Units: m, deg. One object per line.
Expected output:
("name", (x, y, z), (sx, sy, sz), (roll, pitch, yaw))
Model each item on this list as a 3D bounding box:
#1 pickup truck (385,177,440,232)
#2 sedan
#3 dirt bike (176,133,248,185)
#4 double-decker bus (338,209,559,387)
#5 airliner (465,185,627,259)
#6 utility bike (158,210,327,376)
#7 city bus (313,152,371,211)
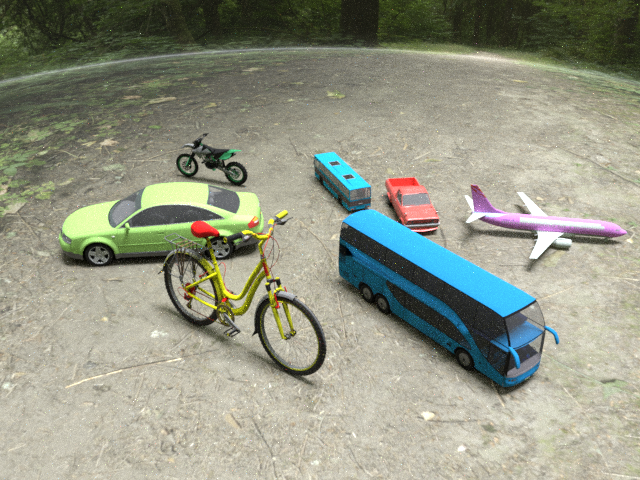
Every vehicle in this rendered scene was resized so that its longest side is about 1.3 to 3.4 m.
("pickup truck", (1.552, -0.671, 11.905), (0.640, 0.511, 1.603), (-4, 30, -7))
("sedan", (-2.451, -0.333, 10.880), (3.137, 0.940, 1.235), (-3, 30, -6))
("dirt bike", (-2.035, -1.486, 12.986), (1.493, 0.857, 0.527), (11, 31, 18))
("double-decker bus", (1.475, 0.674, 9.001), (0.756, 1.052, 3.251), (-21, 36, -32))
("airliner", (3.598, -0.418, 11.134), (2.541, 0.835, 2.257), (5, 30, 8))
("utility bike", (-0.981, 0.472, 8.560), (2.791, 1.839, 1.039), (21, 36, 32))
("city bus", (0.383, -1.056, 12.632), (0.476, 0.460, 1.674), (-11, 32, -19))
